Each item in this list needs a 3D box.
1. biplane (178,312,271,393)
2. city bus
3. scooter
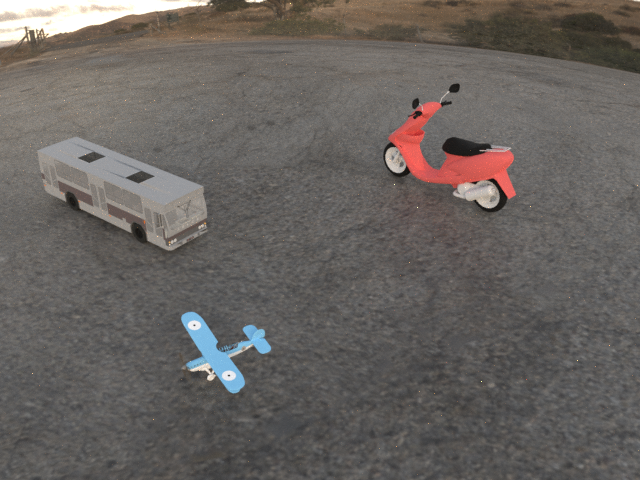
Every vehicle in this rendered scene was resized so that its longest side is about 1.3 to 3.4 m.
[{"bbox_3d":[-1.114,1.337,8.230,1.090,0.504,1.336,-19,35,-28],"label":"biplane"},{"bbox_3d":[-3.265,-0.781,11.412,3.255,0.894,0.926,22,37,32],"label":"city bus"},{"bbox_3d":[2.159,-1.595,11.909,2.721,1.786,1.288,27,40,37],"label":"scooter"}]
